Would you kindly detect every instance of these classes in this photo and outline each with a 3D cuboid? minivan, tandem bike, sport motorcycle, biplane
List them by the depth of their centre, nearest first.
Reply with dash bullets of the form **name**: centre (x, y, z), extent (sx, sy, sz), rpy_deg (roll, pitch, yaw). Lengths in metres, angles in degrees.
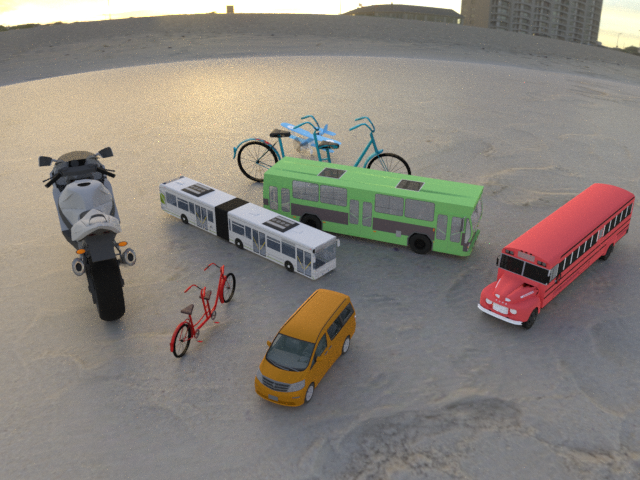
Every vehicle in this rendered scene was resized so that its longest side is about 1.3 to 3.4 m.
- **minivan**: centre (-0.142, 1.164, 7.767), extent (0.681, 0.616, 1.548), rpy_deg (13, 31, 23)
- **tandem bike**: centre (-1.390, 0.770, 8.440), extent (0.283, 0.682, 1.642), rpy_deg (9, 29, 17)
- **sport motorcycle**: centre (-3.014, -0.169, 9.238), extent (0.983, 1.596, 2.955), rpy_deg (-11, 30, -21)
- **tandem bike**: centre (-0.004, -1.497, 12.035), extent (3.192, 1.326, 0.550), rpy_deg (7, 29, 13)
- **biplane**: centre (-0.104, -2.018, 13.898), extent (1.336, 0.504, 1.090), rpy_deg (15, 31, 26)

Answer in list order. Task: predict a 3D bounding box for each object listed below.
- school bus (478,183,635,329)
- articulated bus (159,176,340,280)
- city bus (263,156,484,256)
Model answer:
- **school bus**: centre (3.261, 0.134, 9.469), extent (0.709, 0.844, 3.322), rpy_deg (23, 35, 36)
- **articulated bus**: centre (-1.167, -0.249, 10.494), extent (3.401, 0.561, 0.605), rpy_deg (22, 35, 36)
- **city bus**: centre (0.765, -0.511, 10.634), extent (3.255, 0.894, 0.926), rpy_deg (11, 30, 20)
